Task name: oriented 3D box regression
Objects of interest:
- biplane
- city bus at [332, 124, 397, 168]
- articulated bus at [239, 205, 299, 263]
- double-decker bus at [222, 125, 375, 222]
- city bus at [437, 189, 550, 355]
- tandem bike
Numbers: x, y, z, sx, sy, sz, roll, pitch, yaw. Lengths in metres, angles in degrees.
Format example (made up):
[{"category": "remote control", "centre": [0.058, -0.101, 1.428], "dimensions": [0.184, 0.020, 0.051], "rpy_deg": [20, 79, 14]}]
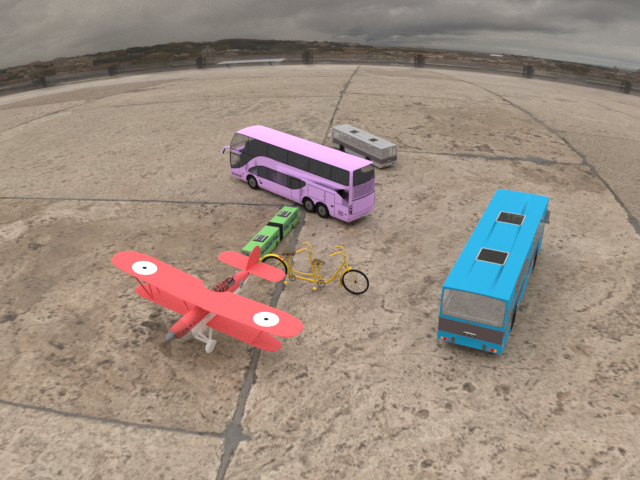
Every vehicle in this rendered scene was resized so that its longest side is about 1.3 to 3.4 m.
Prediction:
[{"category": "biplane", "centre": [-1.253, 0.734, 8.788], "dimensions": [2.598, 0.981, 2.120], "rpy_deg": [12, 30, 22]}, {"category": "city bus", "centre": [0.895, -1.939, 14.491], "dimensions": [0.476, 0.460, 1.674], "rpy_deg": [-18, 32, -31]}, {"category": "articulated bus", "centre": [-0.765, -0.087, 11.116], "dimensions": [0.311, 0.289, 1.749], "rpy_deg": [10, 29, 18]}, {"category": "double-decker bus", "centre": [-0.429, -1.252, 12.529], "dimensions": [3.251, 1.052, 0.756], "rpy_deg": [24, 36, 38]}, {"category": "city bus", "centre": [2.459, 0.340, 9.639], "dimensions": [0.926, 0.894, 3.255], "rpy_deg": [12, 30, 21]}, {"category": "tandem bike", "centre": [-0.098, 0.367, 9.816], "dimensions": [1.642, 0.682, 0.283], "rpy_deg": [9, 29, 17]}]
